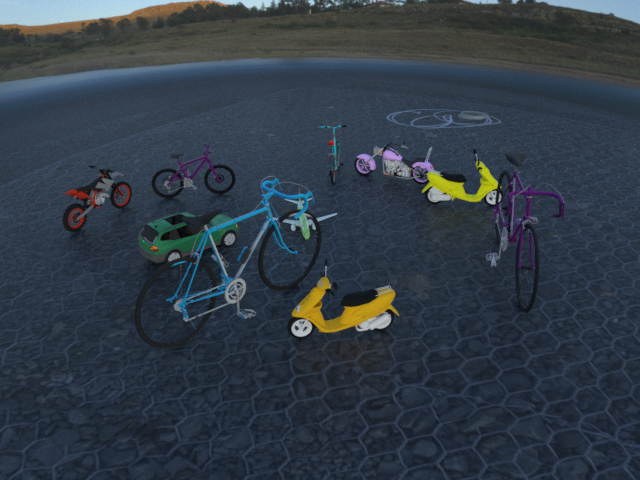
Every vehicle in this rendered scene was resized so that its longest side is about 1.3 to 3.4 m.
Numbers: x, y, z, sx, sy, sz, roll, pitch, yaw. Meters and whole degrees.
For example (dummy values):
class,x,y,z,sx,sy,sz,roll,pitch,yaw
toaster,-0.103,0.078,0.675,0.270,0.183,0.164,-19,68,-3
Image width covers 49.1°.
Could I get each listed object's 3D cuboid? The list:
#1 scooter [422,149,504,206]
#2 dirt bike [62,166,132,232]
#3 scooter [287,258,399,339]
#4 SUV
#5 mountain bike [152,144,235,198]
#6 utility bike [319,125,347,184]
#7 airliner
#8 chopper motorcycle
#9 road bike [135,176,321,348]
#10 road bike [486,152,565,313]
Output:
class,x,y,z,sx,sy,sz,roll,pitch,yaw
scooter,2.469,-1.024,11.983,1.399,0.919,0.662,2,27,5
dirt bike,-3.661,-0.733,11.487,0.527,0.857,1.493,15,31,27
scooter,0.289,0.760,8.523,1.399,0.919,0.662,-5,28,-9
SUV,-1.975,-0.115,10.590,1.572,0.580,0.656,-21,34,-35
mountain bike,-2.232,-1.174,12.331,1.469,0.868,0.573,-6,28,-11
utility bike,0.227,-1.662,13.192,0.535,0.946,1.435,3,27,6
airliner,-0.277,-0.421,11.348,1.161,0.429,1.307,-3,27,-6
chopper motorcycle,1.376,-1.475,13.030,1.563,0.761,0.466,13,30,24
road bike,-1.037,0.224,8.758,0.696,1.656,3.004,24,36,38
road bike,2.730,-0.282,9.739,0.696,1.656,3.004,2,27,4
